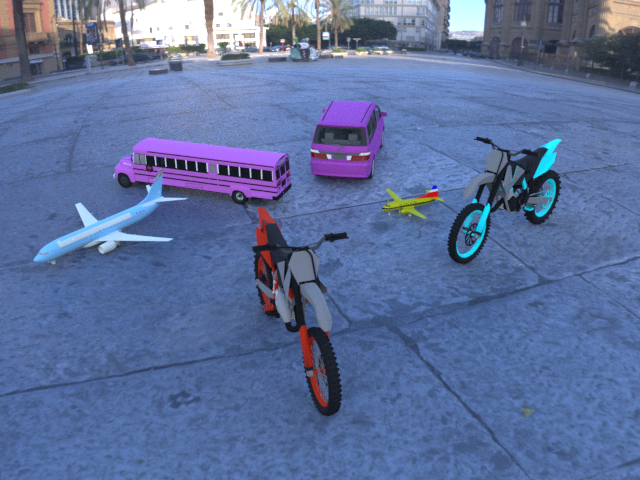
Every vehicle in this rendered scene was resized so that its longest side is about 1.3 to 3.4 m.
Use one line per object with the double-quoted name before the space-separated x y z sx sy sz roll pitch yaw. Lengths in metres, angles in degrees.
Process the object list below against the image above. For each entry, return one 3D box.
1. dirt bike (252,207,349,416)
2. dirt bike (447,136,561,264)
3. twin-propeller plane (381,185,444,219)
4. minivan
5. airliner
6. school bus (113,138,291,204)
"dirt bike" -0.307 0.595 7.854 1.024 1.666 2.903 -9 28 -17
"dirt bike" 2.880 -0.721 10.505 2.903 1.666 1.024 -23 34 -38
"twin-propeller plane" 1.528 -0.669 11.816 1.095 0.407 1.370 -10 28 -20
"minivan" 0.607 -2.135 13.880 1.324 1.197 3.011 5 27 9
"airliner" -3.291 -0.366 10.725 2.257 0.835 2.541 18 32 33
"school bus" -2.178 -1.269 12.533 3.322 0.844 0.709 9 28 17
